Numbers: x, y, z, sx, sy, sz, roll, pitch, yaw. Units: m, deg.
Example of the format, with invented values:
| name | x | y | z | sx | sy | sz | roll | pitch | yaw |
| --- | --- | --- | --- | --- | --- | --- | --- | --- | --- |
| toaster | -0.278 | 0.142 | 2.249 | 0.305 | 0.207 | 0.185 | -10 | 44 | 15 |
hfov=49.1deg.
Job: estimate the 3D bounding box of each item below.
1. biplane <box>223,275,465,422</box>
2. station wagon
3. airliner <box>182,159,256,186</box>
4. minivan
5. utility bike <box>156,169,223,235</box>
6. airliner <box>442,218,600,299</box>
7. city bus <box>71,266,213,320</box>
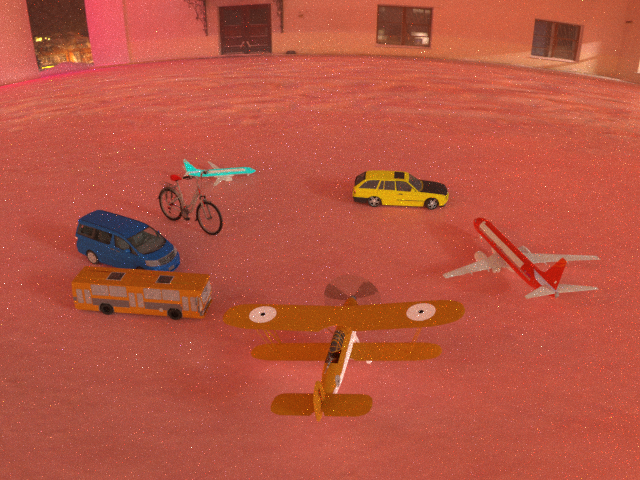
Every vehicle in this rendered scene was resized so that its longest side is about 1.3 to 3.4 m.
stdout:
| name | x | y | z | sx | sy | sz | roll | pitch | yaw |
| --- | --- | --- | --- | --- | --- | --- | --- | --- | --- |
| biplane | 0.141 | 1.171 | 7.316 | 2.598 | 0.981 | 2.120 | 6 | 28 | 10 |
| station wagon | 1.349 | -0.868 | 11.695 | 1.597 | 0.473 | 0.682 | 3 | 28 | 6 |
| airliner | -1.806 | -1.300 | 12.556 | 1.307 | 0.429 | 1.161 | -6 | 29 | -11 |
| minivan | -2.695 | 0.058 | 9.800 | 1.548 | 0.616 | 0.681 | 15 | 31 | 26 |
| utility bike | -2.001 | -0.653 | 10.788 | 1.435 | 0.946 | 0.535 | 19 | 33 | 32 |
| airliner | 2.660 | 0.063 | 9.556 | 2.257 | 0.835 | 2.541 | -6 | 29 | -11 |
| city bus | -2.226 | 0.673 | 8.809 | 1.674 | 0.460 | 0.476 | 3 | 28 | 6 |
